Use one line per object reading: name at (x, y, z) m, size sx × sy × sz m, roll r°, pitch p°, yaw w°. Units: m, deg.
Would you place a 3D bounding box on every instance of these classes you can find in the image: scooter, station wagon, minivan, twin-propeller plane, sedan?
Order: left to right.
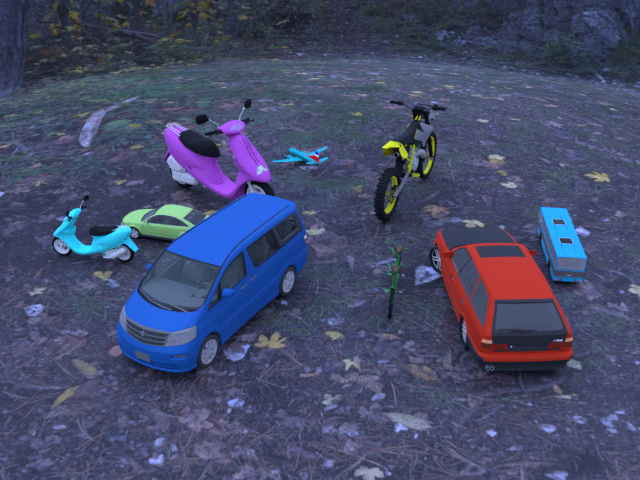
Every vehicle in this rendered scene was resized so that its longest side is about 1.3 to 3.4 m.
scooter at (-3.430, -0.123, 10.518) m, size 1.399 × 0.919 × 0.662 m, roll 5°, pitch 28°, yaw 10°
sedan at (-2.453, -0.297, 11.311) m, size 1.613 × 0.483 × 0.635 m, roll 8°, pitch 29°, yaw 15°
scooter at (-1.826, -1.520, 12.228) m, size 2.721 × 1.786 × 1.288 m, roll 20°, pitch 34°, yaw 33°
minivan at (-1.329, 0.457, 9.127) m, size 1.324 × 1.197 × 3.011 m, roll 14°, pitch 31°, yaw 25°
twin-propeller plane at (-0.340, -1.728, 14.094) m, size 1.370 × 0.407 × 1.095 m, roll -20°, pitch 34°, yaw -32°
station wagon at (2.326, 0.510, 9.321) m, size 1.327 × 0.920 × 3.105 m, roll -1°, pitch 28°, yaw -2°

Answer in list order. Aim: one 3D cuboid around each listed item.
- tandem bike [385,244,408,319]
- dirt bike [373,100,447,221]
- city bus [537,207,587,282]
tandem bike at (1.055, 0.438, 9.713) m, size 0.283 × 0.682 × 1.642 m, roll 5°, pitch 28°, yaw 9°
dirt bike at (1.572, -1.524, 12.364) m, size 1.024 × 1.666 × 2.903 m, roll 13°, pitch 31°, yaw 23°
city bus at (3.650, 0.066, 10.652) m, size 0.476 × 0.460 × 1.674 m, roll 4°, pitch 28°, yaw 7°
